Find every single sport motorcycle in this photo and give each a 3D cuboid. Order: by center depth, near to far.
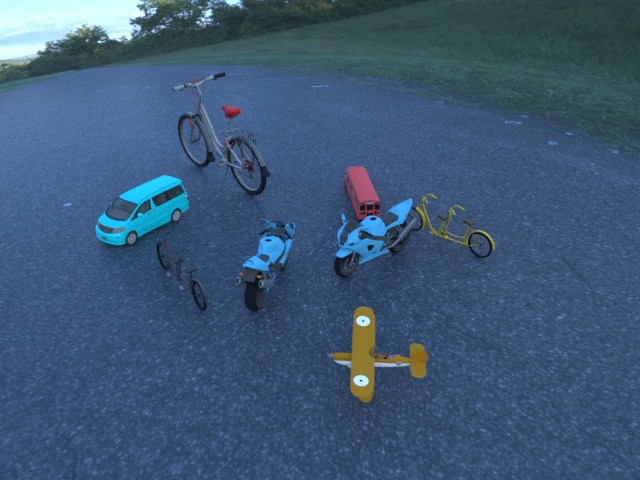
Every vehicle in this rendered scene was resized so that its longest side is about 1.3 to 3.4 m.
[{"bbox_3d":[-0.681,0.285,9.239,0.506,0.821,1.520,8,29,14],"label":"sport motorcycle"},{"bbox_3d":[0.762,-0.036,9.839,1.520,0.821,0.506,-24,36,-37],"label":"sport motorcycle"}]

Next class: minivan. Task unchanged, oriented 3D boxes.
[{"bbox_3d":[-2.763,-0.470,10.865,0.681,0.616,1.548,18,33,30],"label":"minivan"}]

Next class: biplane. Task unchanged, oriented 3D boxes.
[{"bbox_3d":[0.627,1.316,7.649,1.090,0.504,1.336,2,28,4],"label":"biplane"}]

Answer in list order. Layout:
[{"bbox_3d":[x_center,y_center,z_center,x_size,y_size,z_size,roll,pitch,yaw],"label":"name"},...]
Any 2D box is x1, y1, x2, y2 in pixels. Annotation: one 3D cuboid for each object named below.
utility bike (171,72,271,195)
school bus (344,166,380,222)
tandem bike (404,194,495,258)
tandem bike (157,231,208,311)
[{"bbox_3d":[-1.830,-1.840,12.127,1.039,1.839,2.791,-22,35,-35],"label":"utility bike"},{"bbox_3d":[0.683,-0.813,11.697,0.365,0.434,1.708,-3,28,-6],"label":"school bus"},{"bbox_3d":[1.881,-0.243,10.372,1.642,0.682,0.283,24,37,38],"label":"tandem bike"},{"bbox_3d":[-1.856,0.353,9.260,0.283,0.682,1.642,-17,33,-29],"label":"tandem bike"}]
